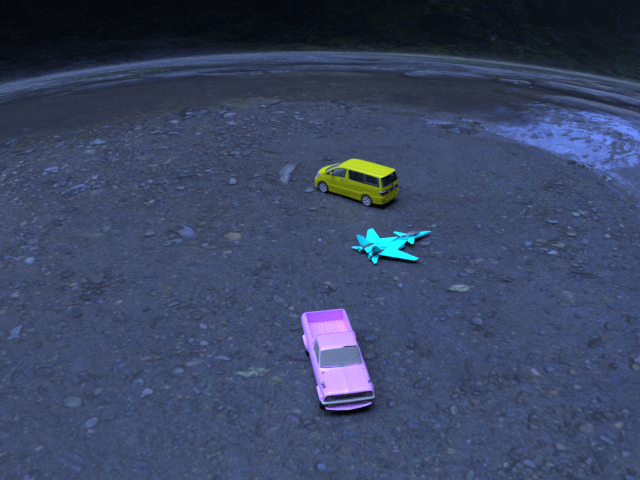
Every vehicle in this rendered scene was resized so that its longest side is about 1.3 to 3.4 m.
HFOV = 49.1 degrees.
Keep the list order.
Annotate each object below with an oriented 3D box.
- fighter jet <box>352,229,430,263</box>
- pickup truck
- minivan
[{"bbox_3d":[1.211,-0.032,10.878,1.358,0.286,1.147,-18,33,-29],"label":"fighter jet"},{"bbox_3d":[0.178,1.317,8.198,0.640,0.511,1.603,-5,29,-9],"label":"pickup truck"},{"bbox_3d":[0.628,-1.090,12.458,1.548,0.616,0.681,20,35,32],"label":"minivan"}]
